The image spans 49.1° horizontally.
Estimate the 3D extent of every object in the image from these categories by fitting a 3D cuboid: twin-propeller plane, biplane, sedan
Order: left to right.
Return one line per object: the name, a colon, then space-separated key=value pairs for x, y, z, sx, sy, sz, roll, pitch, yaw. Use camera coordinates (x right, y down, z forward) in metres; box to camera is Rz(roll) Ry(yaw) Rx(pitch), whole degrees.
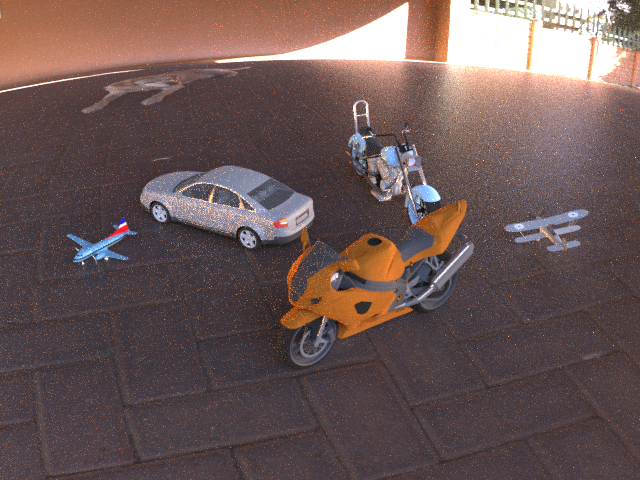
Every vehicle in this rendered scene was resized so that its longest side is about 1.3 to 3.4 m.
twin-propeller plane: x=-3.365 y=0.036 z=10.786 sx=1.370 sy=0.407 sz=1.095 roll=18 pitch=34 yaw=30
sedan: x=-1.597 y=-0.698 z=11.566 sx=3.137 sy=0.940 sz=1.235 roll=15 pitch=32 yaw=25
biplane: x=3.587 y=-0.104 z=10.939 sx=1.336 sy=0.504 sz=1.090 roll=-4 pitch=29 yaw=-8

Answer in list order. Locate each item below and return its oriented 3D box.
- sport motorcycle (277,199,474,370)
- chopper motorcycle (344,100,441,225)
sport motorcycle: x=0.704 y=0.517 z=8.681 sx=2.955 sy=1.596 sz=0.983 roll=-20 pitch=35 yaw=-32
chopper motorcycle: x=1.249 y=-1.320 z=12.134 sx=0.906 sy=1.480 sz=3.040 roll=-11 pitch=31 yaw=-19
